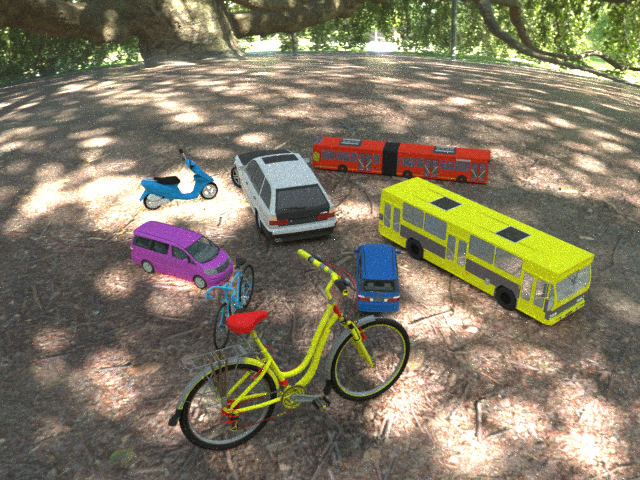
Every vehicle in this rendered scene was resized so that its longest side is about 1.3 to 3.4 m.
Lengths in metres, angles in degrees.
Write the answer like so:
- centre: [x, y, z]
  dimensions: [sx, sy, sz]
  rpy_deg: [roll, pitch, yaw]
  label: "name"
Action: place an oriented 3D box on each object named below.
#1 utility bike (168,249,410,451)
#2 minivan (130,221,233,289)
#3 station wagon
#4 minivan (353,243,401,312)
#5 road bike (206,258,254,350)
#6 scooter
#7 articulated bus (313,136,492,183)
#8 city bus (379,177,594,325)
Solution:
- centre: [-0.281, 1.120, 7.282]
  dimensions: [2.791, 1.839, 1.039]
  rpy_deg: [-13, 32, -23]
  label: "utility bike"
- centre: [-2.017, 0.195, 10.232]
  dimensions: [1.548, 0.616, 0.681]
  rpy_deg: [14, 32, 24]
  label: "minivan"
- centre: [-0.696, -1.014, 12.111]
  dimensions: [1.327, 0.920, 3.105]
  rpy_deg: [-8, 30, -15]
  label: "station wagon"
- centre: [0.805, 0.418, 9.826]
  dimensions: [0.681, 0.616, 1.548]
  rpy_deg: [1, 29, 2]
  label: "minivan"
- centre: [-1.097, 0.736, 9.004]
  dimensions: [0.358, 0.852, 1.545]
  rpy_deg: [6, 29, 11]
  label: "road bike"
- centre: [-2.457, -1.027, 12.137]
  dimensions: [1.399, 0.919, 0.662]
  rpy_deg: [-13, 31, -22]
  label: "scooter"
- centre: [1.560, -1.546, 13.451]
  dimensions: [3.401, 0.561, 0.605]
  rpy_deg: [6, 29, 11]
  label: "articulated bus"
- centre: [2.247, 0.088, 10.136]
  dimensions: [0.926, 0.894, 3.255]
  rpy_deg: [-21, 35, -33]
  label: "city bus"
